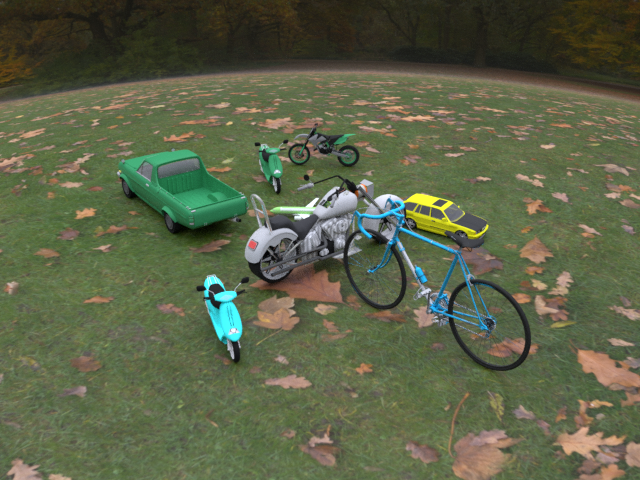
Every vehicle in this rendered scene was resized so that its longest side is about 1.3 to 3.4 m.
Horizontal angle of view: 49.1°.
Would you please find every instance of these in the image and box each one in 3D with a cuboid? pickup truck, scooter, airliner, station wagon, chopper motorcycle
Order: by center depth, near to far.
[{"bbox_3d":[-1.237,0.847,8.861,0.662,0.919,1.399,-10,28,-19],"label":"scooter"},{"bbox_3d":[0.182,-0.335,10.590,3.040,1.480,0.906,-20,33,-34],"label":"chopper motorcycle"},{"bbox_3d":[2.050,-0.407,11.856,1.597,0.473,0.682,17,31,31],"label":"station wagon"},{"bbox_3d":[-0.234,-0.598,12.285,1.307,0.429,1.161,2,27,4],"label":"airliner"},{"bbox_3d":[-2.521,-1.002,12.461,1.244,0.993,3.117,-18,32,-32],"label":"pickup truck"},{"bbox_3d":[-0.963,-1.536,13.609,0.662,0.919,1.399,-8,28,-15],"label":"scooter"}]

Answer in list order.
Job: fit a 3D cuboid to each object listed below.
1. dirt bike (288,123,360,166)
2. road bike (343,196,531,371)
[{"bbox_3d":[0.076,-1.936,14.475,1.493,0.857,0.527,2,27,4],"label":"dirt bike"},{"bbox_3d":[1.353,0.482,8.766,0.696,1.656,3.004,-22,34,-37],"label":"road bike"}]
